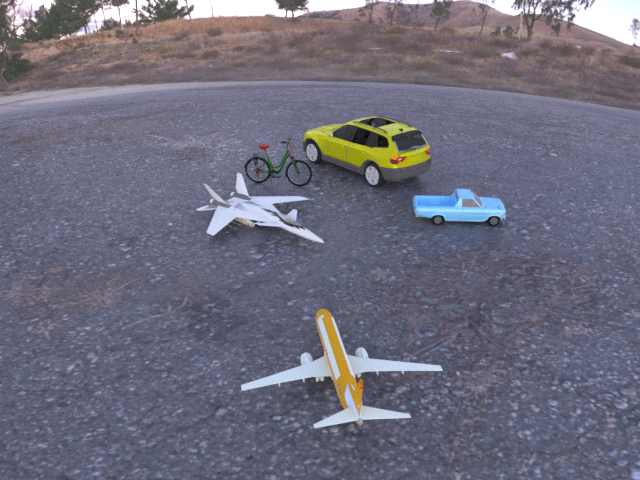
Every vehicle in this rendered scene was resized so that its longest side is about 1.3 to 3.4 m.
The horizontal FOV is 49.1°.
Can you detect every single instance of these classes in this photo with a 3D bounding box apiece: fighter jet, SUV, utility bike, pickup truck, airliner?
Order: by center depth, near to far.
[{"bbox_3d":[0.215,1.239,7.934,2.257,0.835,2.541,-4,25,-8],"label":"airliner"},{"bbox_3d":[-0.882,-0.500,11.980,2.640,0.557,2.229,22,33,39],"label":"fighter jet"},{"bbox_3d":[2.431,-0.600,12.249,1.603,0.511,0.640,1,25,3],"label":"pickup truck"},{"bbox_3d":[-0.835,-1.562,13.792,1.435,0.946,0.535,6,26,12],"label":"utility bike"},{"bbox_3d":[0.918,-2.000,14.514,1.276,1.128,3.058,-19,31,-35],"label":"SUV"}]
